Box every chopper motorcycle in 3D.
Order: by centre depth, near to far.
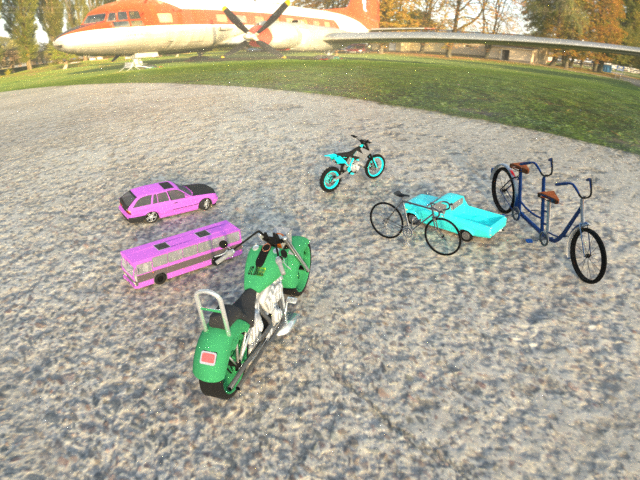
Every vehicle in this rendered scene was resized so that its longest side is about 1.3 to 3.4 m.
[{"bbox_3d":[-0.668,0.533,8.100,0.906,1.480,3.040,8,28,15],"label":"chopper motorcycle"}]

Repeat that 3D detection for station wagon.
[{"bbox_3d":[-2.496,-0.700,11.599,1.597,0.473,0.682,-16,31,-28],"label":"station wagon"}]

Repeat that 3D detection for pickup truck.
[{"bbox_3d":[2.096,-0.420,11.014,1.603,0.511,0.640,20,33,33],"label":"pickup truck"}]

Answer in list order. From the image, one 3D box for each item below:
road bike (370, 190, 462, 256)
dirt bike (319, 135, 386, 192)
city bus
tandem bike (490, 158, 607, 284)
[{"bbox_3d":[1.400,-0.286,10.380,1.545,0.852,0.358,18,32,31],"label":"road bike"},{"bbox_3d":[0.597,-1.381,12.506,1.493,0.857,0.527,-19,33,-32],"label":"dirt bike"},{"bbox_3d":[-1.921,0.204,9.856,1.674,0.460,0.476,-19,33,-32],"label":"city bus"},{"bbox_3d":[3.317,-0.558,10.391,0.550,1.326,3.192,-7,28,-13],"label":"tandem bike"}]
